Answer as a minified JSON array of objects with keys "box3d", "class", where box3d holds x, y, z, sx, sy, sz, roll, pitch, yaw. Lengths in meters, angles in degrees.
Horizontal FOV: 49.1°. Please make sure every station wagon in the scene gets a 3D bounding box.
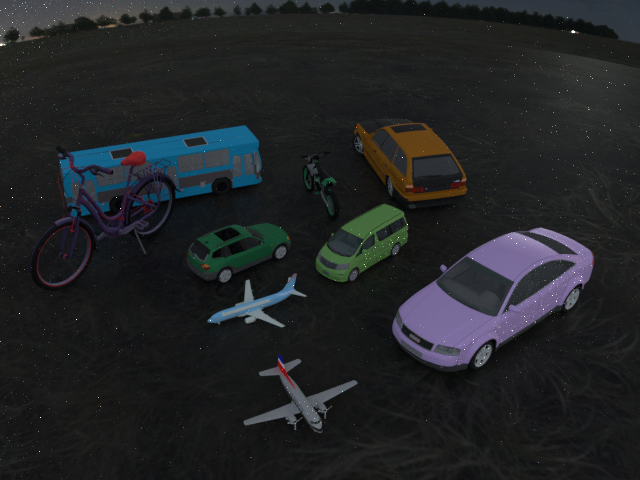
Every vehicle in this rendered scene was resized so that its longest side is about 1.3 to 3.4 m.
[{"box3d":[1.541,-1.620,12.615,1.327,0.920,3.105,-8,32,-12],"class":"station wagon"}]

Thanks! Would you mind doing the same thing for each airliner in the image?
[{"box3d":[-0.865,0.782,9.173,1.307,0.429,1.161,-16,35,-24],"class":"airliner"}]

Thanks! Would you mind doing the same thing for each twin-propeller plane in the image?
[{"box3d":[-0.238,1.698,7.703,1.370,0.407,1.095,-15,35,-23],"class":"twin-propeller plane"}]

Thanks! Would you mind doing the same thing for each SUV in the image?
[{"box3d":[-1.166,0.087,10.159,1.572,0.580,0.656,-23,38,-33],"class":"SUV"}]

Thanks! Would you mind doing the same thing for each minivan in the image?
[{"box3d":[0.620,0.033,10.214,0.681,0.616,1.548,27,41,37],"class":"minivan"}]

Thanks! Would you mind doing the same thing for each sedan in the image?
[{"box3d":[2.277,0.605,8.974,3.137,0.940,1.235,-23,38,-33],"class":"sedan"}]

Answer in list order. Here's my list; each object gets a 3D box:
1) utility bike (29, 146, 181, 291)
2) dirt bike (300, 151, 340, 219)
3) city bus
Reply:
[{"box3d":[-2.915,-0.476,9.875,1.039,1.839,2.791,19,36,28],"class":"utility bike"},{"box3d":[-0.009,-0.979,11.631,0.527,0.857,1.493,-12,34,-19],"class":"dirt bike"},{"box3d":[-2.660,-1.161,11.892,3.255,0.894,0.926,-12,34,-19],"class":"city bus"}]
